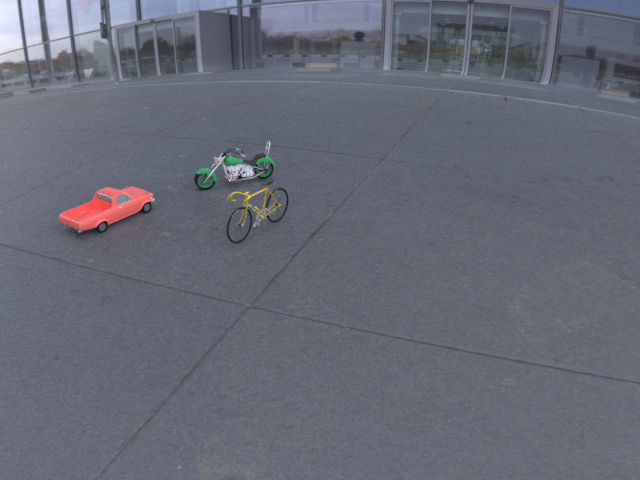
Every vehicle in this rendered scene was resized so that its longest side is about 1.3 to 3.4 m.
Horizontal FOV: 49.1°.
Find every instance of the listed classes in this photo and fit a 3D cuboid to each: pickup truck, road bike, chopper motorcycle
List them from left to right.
[{"bbox_3d":[-3.572,-0.570,11.813,0.640,0.511,1.603,18,32,32],"label":"pickup truck"},{"bbox_3d":[-1.606,-1.408,13.182,1.563,0.761,0.466,-11,29,-21],"label":"chopper motorcycle"},{"bbox_3d":[-0.993,-0.522,11.344,0.358,0.852,1.545,18,32,31],"label":"road bike"}]
